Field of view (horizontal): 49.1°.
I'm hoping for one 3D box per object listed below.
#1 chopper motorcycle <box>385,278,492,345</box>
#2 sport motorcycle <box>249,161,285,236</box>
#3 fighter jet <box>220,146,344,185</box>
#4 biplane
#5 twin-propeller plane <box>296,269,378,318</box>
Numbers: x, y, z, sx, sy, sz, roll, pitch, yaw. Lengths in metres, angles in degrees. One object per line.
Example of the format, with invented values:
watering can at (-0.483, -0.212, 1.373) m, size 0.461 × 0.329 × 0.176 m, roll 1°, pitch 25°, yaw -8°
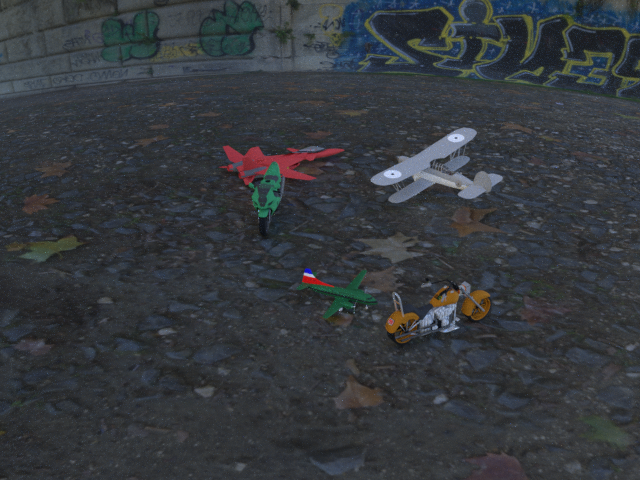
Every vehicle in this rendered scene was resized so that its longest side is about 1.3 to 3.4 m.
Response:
chopper motorcycle at (1.481, 0.802, 8.529) m, size 1.563 × 0.761 × 0.466 m, roll -14°, pitch 29°, yaw -26°
sport motorcycle at (-0.842, -0.698, 11.521) m, size 0.506 × 0.821 × 1.520 m, roll 2°, pitch 26°, yaw 4°
fighter jet at (-0.585, -1.710, 13.888) m, size 2.640 × 0.557 × 2.229 m, roll -16°, pitch 31°, yaw -30°
biplane at (2.084, -1.142, 12.246) m, size 2.598 × 0.981 × 2.120 m, roll -22°, pitch 34°, yaw -38°
twin-propeller plane at (0.255, 0.649, 9.242) m, size 1.095 × 0.407 × 1.370 m, roll 12°, pitch 28°, yaw 22°
